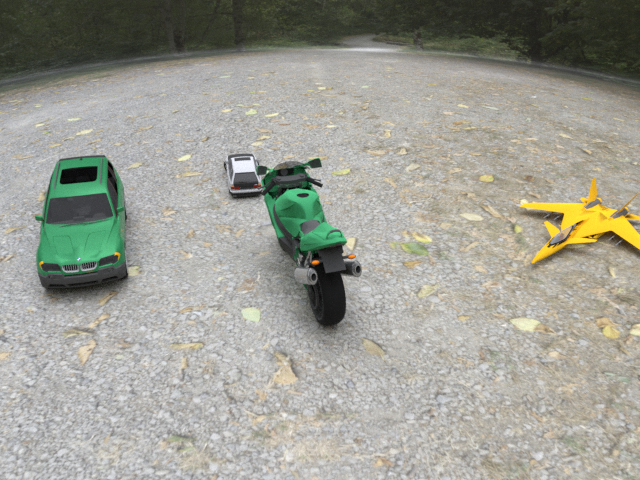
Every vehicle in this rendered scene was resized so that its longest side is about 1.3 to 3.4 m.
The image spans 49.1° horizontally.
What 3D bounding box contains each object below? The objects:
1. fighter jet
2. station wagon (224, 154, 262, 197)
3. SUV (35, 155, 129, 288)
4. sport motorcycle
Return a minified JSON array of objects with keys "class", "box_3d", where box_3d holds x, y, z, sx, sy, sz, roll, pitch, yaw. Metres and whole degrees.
[{"class":"fighter jet","box_3d":[4.128,-0.260,11.226,2.640,0.557,2.229,-26,39,-37]},{"class":"station wagon","box_3d":[-1.447,-1.323,13.164,0.682,0.473,1.597,-5,30,-8]},{"class":"SUV","box_3d":[-3.666,-0.376,10.855,1.276,1.128,3.058,-7,31,-12]},{"class":"sport motorcycle","box_3d":[-0.218,-0.076,9.863,0.983,1.596,2.955,-9,31,-15]}]
